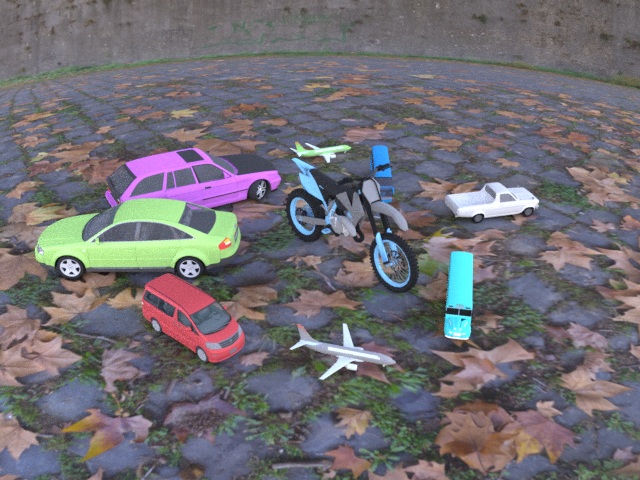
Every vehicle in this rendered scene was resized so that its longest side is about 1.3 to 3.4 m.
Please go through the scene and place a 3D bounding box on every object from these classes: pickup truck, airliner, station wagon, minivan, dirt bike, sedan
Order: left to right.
[{"bbox_3d":[-2.809,-0.091,10.797,3.137,0.940,1.235,0,29,0],"label":"sedan"},{"bbox_3d":[-1.674,1.005,9.182,1.548,0.616,0.681,23,37,35],"label":"minivan"},{"bbox_3d":[-2.242,-1.119,12.642,3.105,0.920,1.327,-16,33,-26],"label":"station wagon"},{"bbox_3d":[0.067,-1.935,14.591,1.307,0.429,1.161,-13,32,-21],"label":"airliner"},{"bbox_3d":[0.313,1.330,8.794,1.307,0.429,1.161,8,30,14],"label":"airliner"},{"bbox_3d":[0.416,-0.364,10.543,1.024,1.666,2.903,-23,37,-35],"label":"dirt bike"},{"bbox_3d":[3.024,-0.696,12.309,1.603,0.511,0.640,-7,30,-12],"label":"pickup truck"}]

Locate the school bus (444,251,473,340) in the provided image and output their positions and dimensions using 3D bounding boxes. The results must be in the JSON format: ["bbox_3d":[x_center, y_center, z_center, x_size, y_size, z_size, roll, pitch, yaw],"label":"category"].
[{"bbox_3d":[1.950,0.762,9.799,0.365,0.434,1.708,6,30,10],"label":"school bus"}]

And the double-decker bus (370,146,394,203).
[{"bbox_3d":[1.155,-1.239,13.241,0.389,0.541,1.672,1,29,1],"label":"double-decker bus"}]
